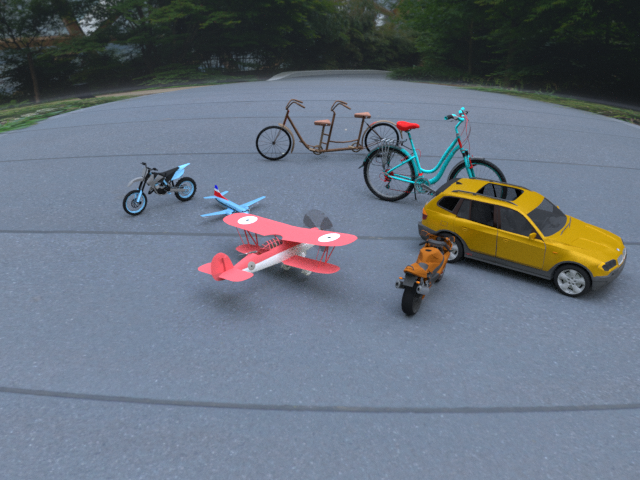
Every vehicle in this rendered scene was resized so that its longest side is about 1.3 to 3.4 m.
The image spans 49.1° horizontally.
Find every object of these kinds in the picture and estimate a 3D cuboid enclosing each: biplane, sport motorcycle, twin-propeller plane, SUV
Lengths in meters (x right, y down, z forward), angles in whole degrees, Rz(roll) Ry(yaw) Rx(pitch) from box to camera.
[{"bbox_3d":[-0.724,0.177,10.024,2.598,0.981,2.120,22,33,39],"label":"biplane"},{"bbox_3d":[1.469,0.428,9.682,0.506,0.821,1.520,13,28,25],"label":"sport motorcycle"},{"bbox_3d":[-1.585,-0.661,12.455,1.370,0.407,1.095,-20,32,-36],"label":"twin-propeller plane"},{"bbox_3d":[3.005,-0.156,10.552,3.058,1.128,1.276,16,30,30],"label":"SUV"}]

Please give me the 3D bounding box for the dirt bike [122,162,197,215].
[{"bbox_3d":[-2.877,-0.972,12.586,1.493,0.857,0.527,-21,32,-37],"label":"dirt bike"}]

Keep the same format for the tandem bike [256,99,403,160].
[{"bbox_3d":[0.213,-2.365,14.970,3.192,1.326,0.550,-3,26,-5],"label":"tandem bike"}]

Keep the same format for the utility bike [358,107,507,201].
[{"bbox_3d":[2.013,-1.470,12.490,2.791,1.839,1.039,12,28,24],"label":"utility bike"}]
